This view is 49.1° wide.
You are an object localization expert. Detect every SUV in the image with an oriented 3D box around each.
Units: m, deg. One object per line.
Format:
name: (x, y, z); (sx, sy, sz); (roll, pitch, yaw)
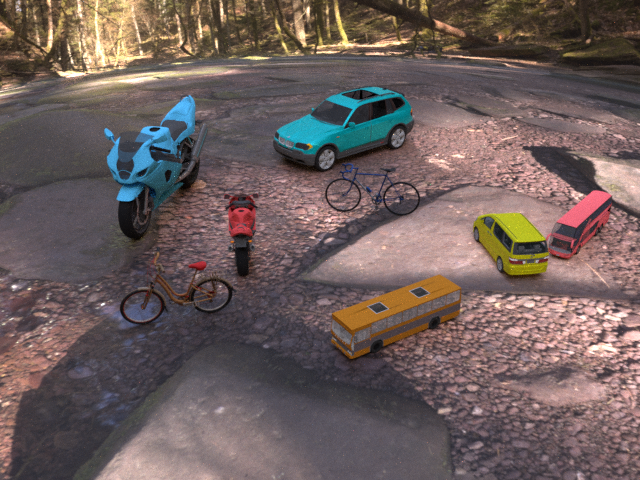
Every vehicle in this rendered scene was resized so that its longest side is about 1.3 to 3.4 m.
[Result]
SUV: (0.510, -2.291, 13.857); (3.058, 1.128, 1.276); (-21, 34, -34)

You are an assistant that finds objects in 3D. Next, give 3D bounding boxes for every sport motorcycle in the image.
sport motorcycle: (-1.114, -0.130, 10.034); (0.506, 0.821, 1.520); (-2, 28, -5)
sport motorcycle: (-2.588, -1.251, 11.350); (0.983, 1.596, 2.955); (5, 28, 10)

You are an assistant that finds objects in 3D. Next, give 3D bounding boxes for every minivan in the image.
minivan: (2.727, -0.053, 10.109); (0.681, 0.616, 1.548); (-4, 28, -8)

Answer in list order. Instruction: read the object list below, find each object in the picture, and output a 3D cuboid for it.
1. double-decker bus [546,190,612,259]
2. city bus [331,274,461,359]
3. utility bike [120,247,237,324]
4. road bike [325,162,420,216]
double-decker bus: (3.928, -0.235, 10.540); (0.389, 0.541, 1.672); (21, 34, 34)
city bus: (0.934, 0.915, 8.416); (1.674, 0.460, 0.476); (-17, 32, -29)
utility bike: (-1.717, 0.592, 8.512); (1.435, 0.946, 0.535); (-9, 29, -16)
road bike: (0.848, -0.811, 11.311); (1.545, 0.852, 0.358); (4, 28, 8)
